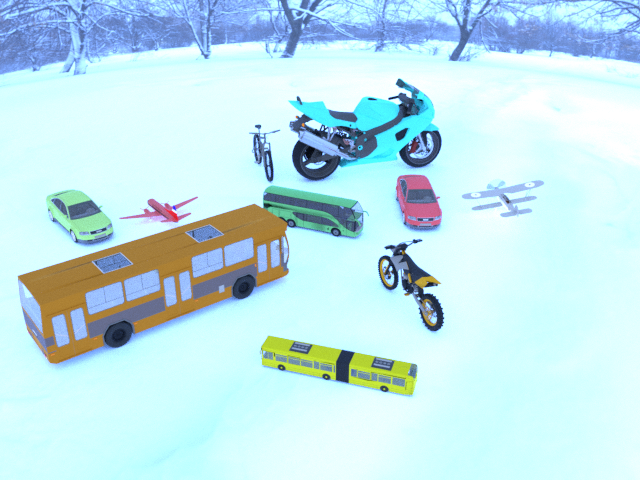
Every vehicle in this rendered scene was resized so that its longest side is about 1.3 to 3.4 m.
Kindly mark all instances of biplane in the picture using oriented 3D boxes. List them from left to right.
[{"bbox_3d":[2.965,-0.608,11.203,1.336,0.504,1.090,-3,28,-6],"label":"biplane"}]

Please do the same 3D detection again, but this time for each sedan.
[{"bbox_3d":[-3.756,-0.433,10.892,0.635,0.483,1.613,-20,34,-33],"label":"sedan"},{"bbox_3d":[1.598,-0.692,11.386,0.635,0.483,1.613,-1,28,-1],"label":"sedan"}]

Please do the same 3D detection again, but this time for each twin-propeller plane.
[{"bbox_3d":[-2.504,-0.512,11.125,1.370,0.407,1.095,-19,33,-32],"label":"twin-propeller plane"}]

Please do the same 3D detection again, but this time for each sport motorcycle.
[{"bbox_3d":[0.863,-1.947,12.586,2.955,1.596,0.983,-8,29,-15],"label":"sport motorcycle"}]

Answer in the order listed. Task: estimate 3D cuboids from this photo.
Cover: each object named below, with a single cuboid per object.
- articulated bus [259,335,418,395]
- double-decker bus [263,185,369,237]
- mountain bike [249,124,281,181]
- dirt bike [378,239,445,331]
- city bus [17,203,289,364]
[{"bbox_3d":[0.185,1.363,7.667,1.749,0.289,0.311,9,29,16],"label":"articulated bus"},{"bbox_3d":[-0.090,-0.442,10.846,1.672,0.541,0.389,12,30,21],"label":"double-decker bus"},{"bbox_3d":[-1.054,-1.662,12.827,0.573,0.868,1.469,-8,29,-15],"label":"mountain bike"},{"bbox_3d":[1.111,0.481,8.741,0.527,0.857,1.493,-12,30,-22],"label":"dirt bike"},{"bbox_3d":[-1.924,0.482,8.697,3.255,0.894,0.926,-20,34,-33],"label":"city bus"}]
